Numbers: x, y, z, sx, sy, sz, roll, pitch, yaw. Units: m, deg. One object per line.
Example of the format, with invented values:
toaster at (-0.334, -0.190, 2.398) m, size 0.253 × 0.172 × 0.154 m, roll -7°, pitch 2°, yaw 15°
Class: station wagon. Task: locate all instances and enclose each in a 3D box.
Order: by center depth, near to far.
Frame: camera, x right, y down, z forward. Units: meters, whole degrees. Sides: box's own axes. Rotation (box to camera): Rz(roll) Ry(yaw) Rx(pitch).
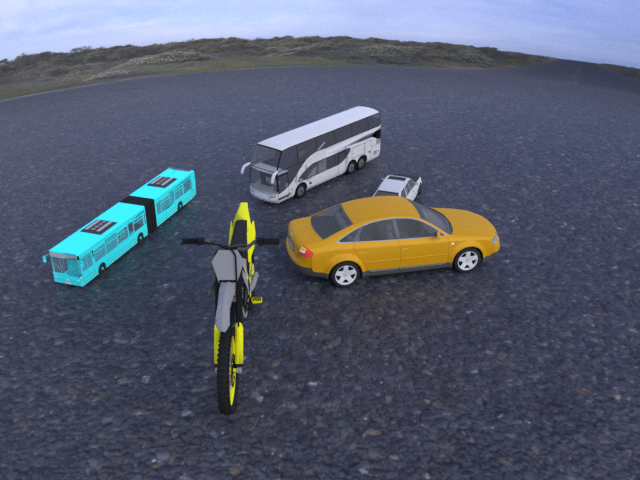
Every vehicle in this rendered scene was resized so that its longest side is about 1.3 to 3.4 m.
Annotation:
station wagon at (1.332, -0.864, 12.115) m, size 0.682 × 0.473 × 1.597 m, roll 10°, pitch 29°, yaw 18°

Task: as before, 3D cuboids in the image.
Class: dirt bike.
dirt bike at (-0.938, 0.572, 7.978) m, size 1.024 × 1.666 × 2.903 m, roll 0°, pitch 27°, yaw 0°

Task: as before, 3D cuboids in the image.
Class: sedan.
sedan at (1.078, -0.101, 10.101) m, size 3.137 × 0.940 × 1.235 m, roll -6°, pitch 28°, yaw -11°

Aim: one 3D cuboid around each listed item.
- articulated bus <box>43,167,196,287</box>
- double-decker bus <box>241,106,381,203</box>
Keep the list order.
articulated bus at (-2.946, -0.310, 10.928) m, size 0.605 × 0.561 × 3.401 m, roll 9°, pitch 28°, yaw 16°
double-decker bus at (-0.043, -1.597, 12.916) m, size 0.756 × 1.052 × 3.251 m, roll 21°, pitch 33°, yaw 35°
